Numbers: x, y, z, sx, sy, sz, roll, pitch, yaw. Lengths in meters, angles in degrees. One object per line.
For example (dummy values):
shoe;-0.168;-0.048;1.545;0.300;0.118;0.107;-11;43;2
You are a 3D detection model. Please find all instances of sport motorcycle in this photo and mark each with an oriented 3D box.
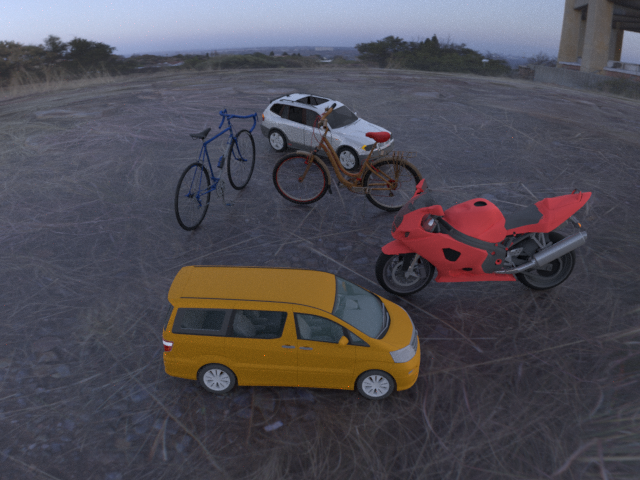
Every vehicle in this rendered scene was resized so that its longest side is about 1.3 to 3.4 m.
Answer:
sport motorcycle;2.249;0.030;9.806;2.955;1.596;0.983;-2;27;-5

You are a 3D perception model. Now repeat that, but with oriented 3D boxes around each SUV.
SUV;0.123;-2.410;15.046;3.058;1.128;1.276;19;33;32

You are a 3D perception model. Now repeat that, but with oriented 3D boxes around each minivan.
minivan;-0.310;1.030;8.304;3.011;1.197;1.324;2;27;3

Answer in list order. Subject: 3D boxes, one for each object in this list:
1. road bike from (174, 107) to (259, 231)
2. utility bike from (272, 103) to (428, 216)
road bike;-1.804;-1.343;12.403;0.696;1.656;3.004;10;29;18
utility bike;0.495;-1.327;12.172;2.791;1.839;1.039;5;28;9
